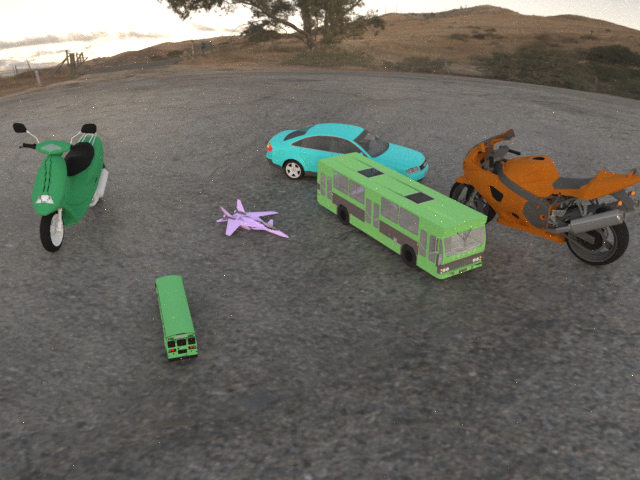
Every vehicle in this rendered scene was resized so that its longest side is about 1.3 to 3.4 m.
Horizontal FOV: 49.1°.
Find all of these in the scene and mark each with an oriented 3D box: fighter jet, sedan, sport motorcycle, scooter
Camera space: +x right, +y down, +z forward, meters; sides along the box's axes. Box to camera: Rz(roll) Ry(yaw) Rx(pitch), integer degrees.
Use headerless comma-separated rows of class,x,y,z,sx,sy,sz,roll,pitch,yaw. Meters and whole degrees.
fighter jet,-1.013,-0.307,11.349,1.358,0.286,1.147,20,33,35
sedan,0.511,-1.668,13.367,3.137,0.940,1.235,9,28,18
sport motorcycle,3.282,-0.657,10.579,2.955,1.596,0.983,21,33,36
scooter,-4.022,-1.104,11.270,1.288,1.786,2.721,1,26,2

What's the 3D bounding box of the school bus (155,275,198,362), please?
school bus,-1.816,0.899,8.740,0.365,0.434,1.708,-7,27,-15

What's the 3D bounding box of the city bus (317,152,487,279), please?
city bus,1.142,-0.444,10.939,0.926,0.894,3.255,-16,30,-28
